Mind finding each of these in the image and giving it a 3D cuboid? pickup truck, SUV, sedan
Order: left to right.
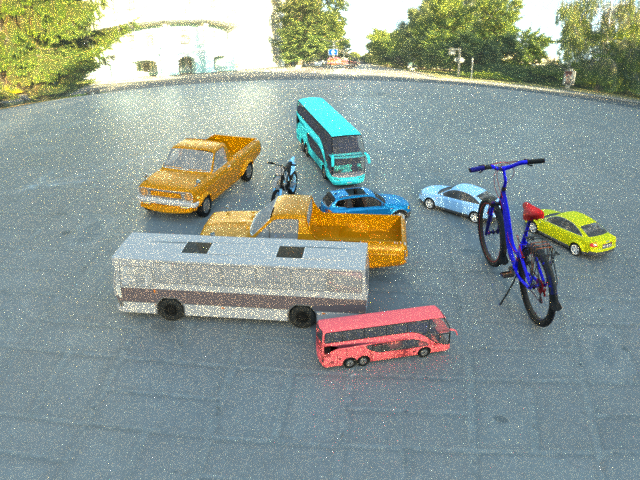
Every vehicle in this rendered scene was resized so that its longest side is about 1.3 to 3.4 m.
[{"bbox_3d":[-2.174,-1.384,13.115,1.244,0.993,3.117,8,26,16],"label":"pickup truck"},{"bbox_3d":[-0.247,-0.085,10.371,3.117,0.993,1.244,2,25,4],"label":"pickup truck"},{"bbox_3d":[0.772,-0.586,11.912,1.572,0.580,0.656,-7,26,-14],"label":"SUV"},{"bbox_3d":[2.494,-0.730,12.330,1.613,0.483,0.635,21,32,37],"label":"sedan"},{"bbox_3d":[3.983,-0.207,11.224,0.635,0.483,1.613,-13,28,-25],"label":"sedan"}]

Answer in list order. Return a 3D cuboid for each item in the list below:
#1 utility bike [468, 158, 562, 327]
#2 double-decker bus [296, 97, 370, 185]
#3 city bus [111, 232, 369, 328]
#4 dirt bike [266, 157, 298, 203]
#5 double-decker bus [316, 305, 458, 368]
[{"bbox_3d":[2.543,-0.092,9.398,1.039,1.839,2.791,-3,26,-7],"label":"utility bike"},{"bbox_3d":[0.176,-2.069,14.494,0.756,1.052,3.251,-6,26,-13],"label":"double-decker bus"},{"bbox_3d":[-0.997,0.528,9.192,3.255,0.894,0.926,3,25,5],"label":"city bus"},{"bbox_3d":[-0.633,-1.026,12.519,0.527,0.857,1.493,6,26,13],"label":"dirt bike"},{"bbox_3d":[0.783,1.138,8.316,1.672,0.541,0.389,-6,26,-12],"label":"double-decker bus"}]
